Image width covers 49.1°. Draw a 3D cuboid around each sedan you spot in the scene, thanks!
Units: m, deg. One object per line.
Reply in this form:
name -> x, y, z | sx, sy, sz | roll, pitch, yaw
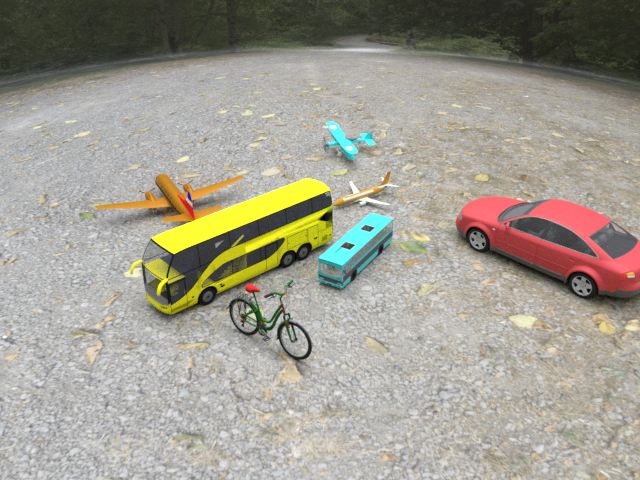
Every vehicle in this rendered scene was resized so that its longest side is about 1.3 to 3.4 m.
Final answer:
sedan -> 3.538, -0.094, 10.731 | 1.235, 0.940, 3.137 | -26, 39, -37

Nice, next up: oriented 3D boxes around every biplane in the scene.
biplane -> 0.597, -2.011, 14.487 | 1.090, 0.504, 1.336 | -11, 32, -18

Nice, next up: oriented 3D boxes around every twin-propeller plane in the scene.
twin-propeller plane -> -2.514, -0.820, 12.137 | 2.663, 0.792, 2.129 | -15, 33, -23

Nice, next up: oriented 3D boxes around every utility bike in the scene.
utility bike -> -0.644, 0.927, 8.957 | 1.435, 0.946, 0.535 | 20, 36, 31

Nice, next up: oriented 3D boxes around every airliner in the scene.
airliner -> 0.777, -0.904, 12.644 | 1.307, 0.429, 1.161 | -19, 35, -29

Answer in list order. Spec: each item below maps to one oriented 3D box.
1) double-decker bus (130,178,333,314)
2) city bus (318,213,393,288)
double-decker bus -> -1.168, 0.056, 10.359 | 3.251, 1.052, 0.756 | -24, 38, -36
city bus -> 0.572, 0.155, 10.780 | 0.476, 0.460, 1.674 | 17, 34, 27
